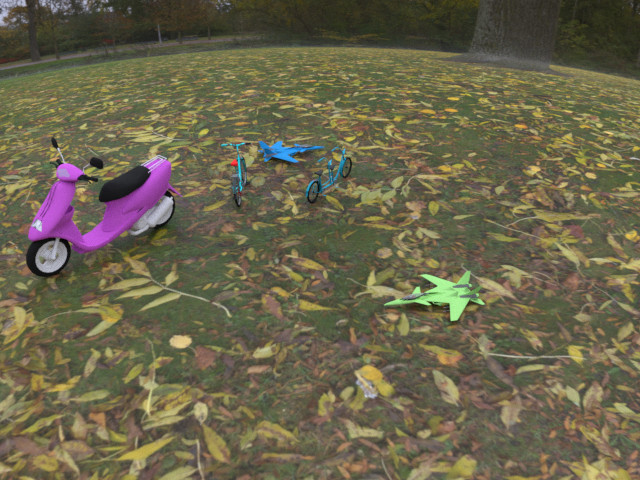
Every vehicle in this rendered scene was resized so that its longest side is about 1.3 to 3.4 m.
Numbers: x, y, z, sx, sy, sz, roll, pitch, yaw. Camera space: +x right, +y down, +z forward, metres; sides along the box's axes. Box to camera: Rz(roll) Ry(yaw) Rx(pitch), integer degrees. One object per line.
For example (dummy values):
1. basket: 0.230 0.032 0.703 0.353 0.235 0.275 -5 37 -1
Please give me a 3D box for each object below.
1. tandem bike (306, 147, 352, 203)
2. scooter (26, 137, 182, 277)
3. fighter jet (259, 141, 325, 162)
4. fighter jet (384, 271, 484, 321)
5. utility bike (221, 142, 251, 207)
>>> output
1. tandem bike: 0.180 -1.214 12.623 0.283 0.682 1.642 16 34 26
2. scooter: -3.258 -0.650 10.544 1.288 1.786 2.721 24 38 35
3. fighter jet: -0.544 -1.872 14.158 1.358 0.286 1.147 -10 31 -16
4. fighter jet: 1.534 0.733 9.650 1.358 0.286 1.147 -7 31 -12
5. utility bike: -1.475 -1.216 12.363 0.535 0.946 1.435 1 30 1
